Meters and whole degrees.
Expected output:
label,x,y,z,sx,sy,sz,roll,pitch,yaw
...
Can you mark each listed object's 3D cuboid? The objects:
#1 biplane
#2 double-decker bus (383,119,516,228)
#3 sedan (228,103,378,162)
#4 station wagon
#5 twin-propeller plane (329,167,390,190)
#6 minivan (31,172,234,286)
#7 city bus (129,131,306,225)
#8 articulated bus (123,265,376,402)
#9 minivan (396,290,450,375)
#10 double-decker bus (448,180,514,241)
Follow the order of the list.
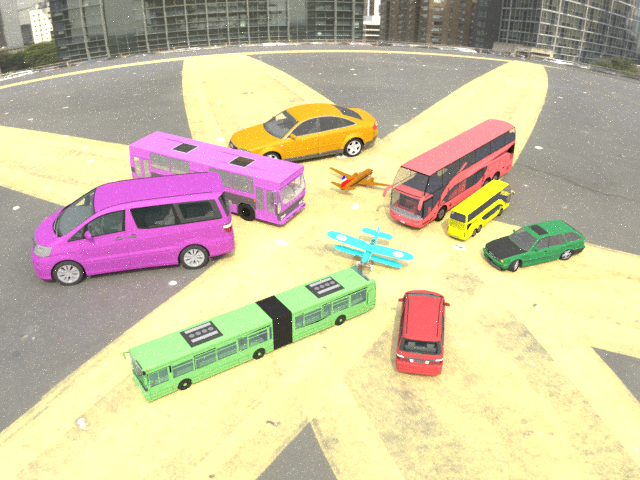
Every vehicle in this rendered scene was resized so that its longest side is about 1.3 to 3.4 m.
label,x,y,z,sx,sy,sz,roll,pitch,yaw
biplane,0.799,0.126,10.742,1.336,0.504,1.090,9,32,15
double-decker bus,2.401,-1.210,12.457,0.756,1.052,3.251,25,39,35
sedan,-0.340,-2.196,14.228,3.137,0.940,1.235,-12,33,-20
station wagon,3.333,0.048,10.904,1.597,0.473,0.682,-11,32,-18
twin-propeller plane,0.691,-1.174,13.028,1.370,0.407,1.095,20,36,30
minivan,-2.855,-0.234,10.669,3.011,1.197,1.324,-7,31,-12
city bus,-1.854,-1.102,12.429,3.255,0.894,0.926,16,34,24
articulated bus,-0.766,1.127,9.000,3.401,0.561,0.605,-19,35,-28
minivan,1.320,1.073,9.036,0.681,0.616,1.548,5,31,8
double-decker bus,2.724,-0.535,11.820,0.389,0.541,1.672,23,38,33
